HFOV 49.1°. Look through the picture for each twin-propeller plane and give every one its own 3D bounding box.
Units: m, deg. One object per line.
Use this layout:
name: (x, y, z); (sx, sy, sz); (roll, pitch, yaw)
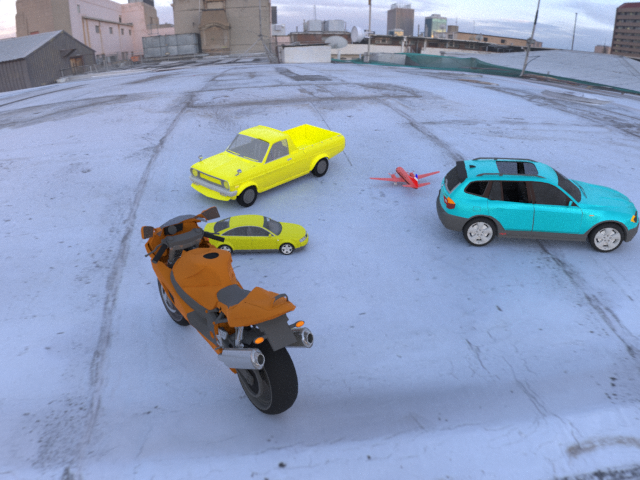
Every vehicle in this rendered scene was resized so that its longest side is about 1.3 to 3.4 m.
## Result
twin-propeller plane: (1.597, -1.184, 12.836); (1.370, 0.407, 1.095); (-6, 28, -12)

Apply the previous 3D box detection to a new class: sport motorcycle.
sport motorcycle: (-1.148, 0.717, 7.838); (0.983, 1.596, 2.955); (-19, 33, -32)

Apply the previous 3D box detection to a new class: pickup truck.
pickup truck: (-0.907, -1.562, 12.929); (1.244, 0.993, 3.117); (22, 35, 36)

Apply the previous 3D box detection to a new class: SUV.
SUV: (3.373, -0.616, 10.941); (3.058, 1.128, 1.276); (3, 27, 5)

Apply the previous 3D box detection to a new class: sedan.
sedan: (-0.981, -0.105, 10.653); (1.613, 0.483, 0.635); (-1, 27, -3)
